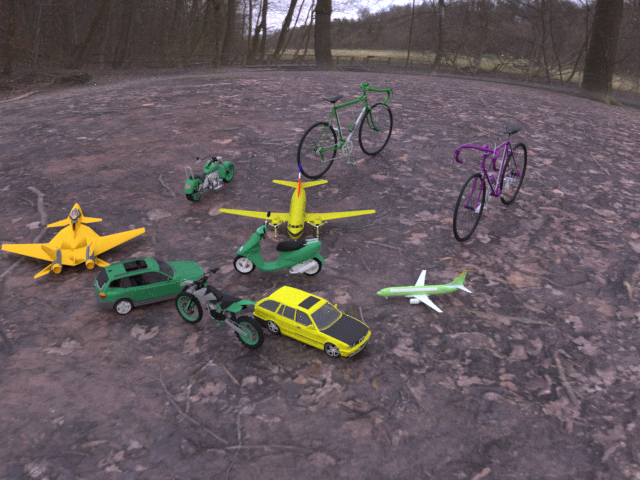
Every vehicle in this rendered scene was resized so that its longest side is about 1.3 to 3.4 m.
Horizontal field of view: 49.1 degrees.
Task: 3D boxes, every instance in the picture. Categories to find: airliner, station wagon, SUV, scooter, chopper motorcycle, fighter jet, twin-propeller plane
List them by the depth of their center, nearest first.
[{"bbox_3d":[-0.108,1.024,9.159,1.597,0.473,0.682,18,32,31],"label":"station wagon"},{"bbox_3d":[-2.404,0.565,9.942,1.572,0.580,0.656,-12,29,-22],"label":"SUV"},{"bbox_3d":[1.460,0.637,9.968,1.307,0.429,1.161,-2,27,-3],"label":"airliner"},{"bbox_3d":[-0.615,0.116,10.453,1.399,0.919,0.662,1,27,2],"label":"scooter"},{"bbox_3d":[-4.058,-0.239,11.550,2.229,0.557,2.640,-8,28,-15],"label":"fighter jet"},{"bbox_3d":[-0.383,-0.638,12.075,2.663,0.792,2.129,1,27,1],"label":"twin-propeller plane"},{"bbox_3d":[-2.097,-1.272,13.357,0.466,0.761,1.563,12,29,22],"label":"chopper motorcycle"}]

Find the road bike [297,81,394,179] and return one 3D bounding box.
[{"bbox_3d":[0.583,-2.300,14.391,0.697,1.656,3.004,23,35,37],"label":"road bike"}]

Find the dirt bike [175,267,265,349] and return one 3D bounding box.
[{"bbox_3d":[-1.332,0.872,9.034,1.493,0.857,0.527,17,31,29],"label":"dirt bike"}]

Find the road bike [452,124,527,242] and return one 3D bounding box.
[{"bbox_3d":[2.995,-1.087,12.005,0.696,1.656,3.004,18,32,32],"label":"road bike"}]
